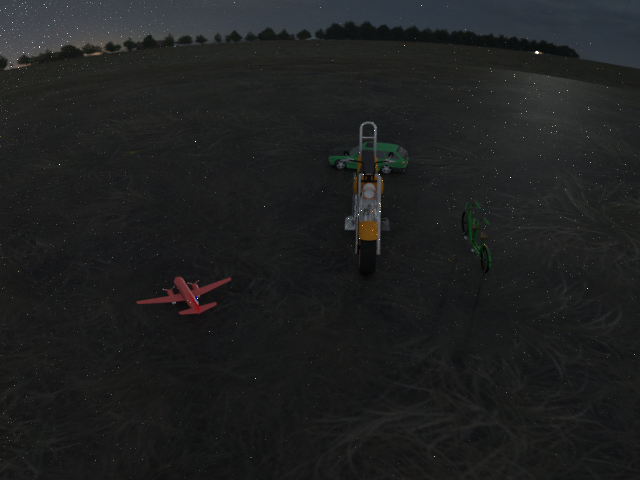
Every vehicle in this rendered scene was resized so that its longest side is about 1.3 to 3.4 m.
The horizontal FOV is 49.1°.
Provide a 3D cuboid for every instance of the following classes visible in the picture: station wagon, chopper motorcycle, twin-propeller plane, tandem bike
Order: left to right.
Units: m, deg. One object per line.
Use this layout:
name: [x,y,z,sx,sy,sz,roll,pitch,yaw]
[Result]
twin-propeller plane: [-1.853,0.723,9.756,1.370,0.407,1.095,-14,32,-24]
chopper motorcycle: [0.771,-0.760,11.347,0.906,1.480,3.040,1,29,2]
station wagon: [0.971,-1.702,14.116,1.597,0.473,0.682,7,29,12]
tandem bike: [2.448,-0.105,10.982,0.283,0.682,1.642,-2,29,-3]
